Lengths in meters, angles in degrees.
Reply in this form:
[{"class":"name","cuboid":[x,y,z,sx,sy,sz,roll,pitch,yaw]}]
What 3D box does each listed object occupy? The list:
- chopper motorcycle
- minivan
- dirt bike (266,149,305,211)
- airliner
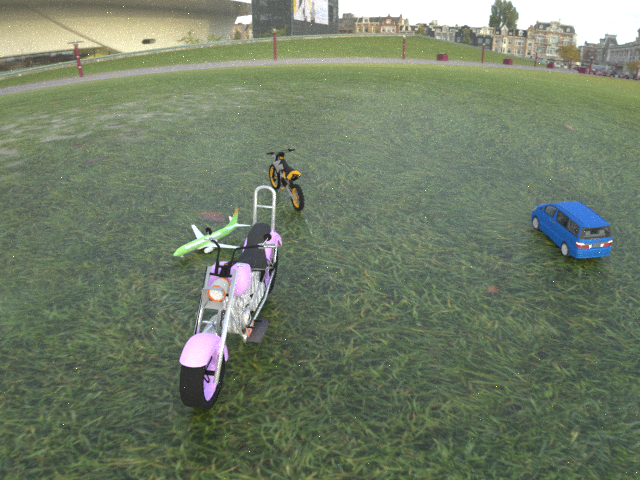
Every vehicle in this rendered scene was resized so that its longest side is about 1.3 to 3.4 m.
[{"class":"chopper motorcycle","cuboid":[-0.994,0.554,8.198,0.906,1.480,3.040,5,27,11]},{"class":"minivan","cuboid":[3.839,-0.253,10.761,0.681,0.616,1.548,-5,27,-10]},{"class":"dirt bike","cuboid":[-0.609,-1.101,12.178,0.527,0.857,1.493,-12,29,-22]},{"class":"airliner","cuboid":[-1.706,-0.097,10.658,1.161,0.429,1.307,23,35,38]}]
